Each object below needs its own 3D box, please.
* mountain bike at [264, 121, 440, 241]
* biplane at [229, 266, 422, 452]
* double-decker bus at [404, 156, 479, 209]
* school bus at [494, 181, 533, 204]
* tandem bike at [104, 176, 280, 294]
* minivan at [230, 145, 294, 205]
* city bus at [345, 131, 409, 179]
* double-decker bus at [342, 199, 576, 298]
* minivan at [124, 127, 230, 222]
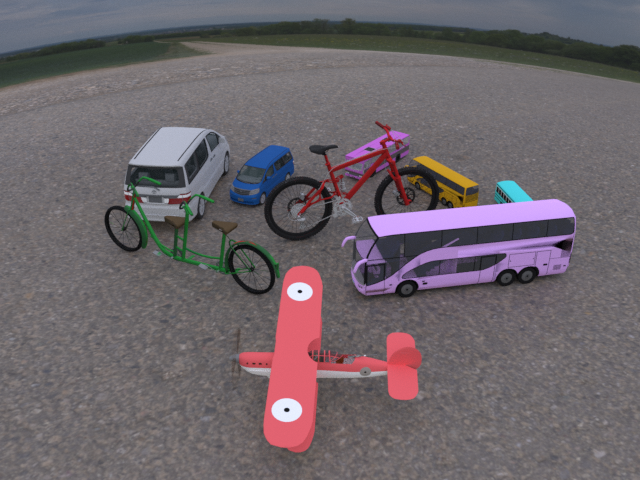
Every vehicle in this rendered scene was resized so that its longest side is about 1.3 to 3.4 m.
[{"bbox_3d":[0.533,-0.834,10.935,2.857,1.688,1.114,-6,30,-10],"label":"mountain bike"},{"bbox_3d":[0.048,1.389,7.710,2.120,0.981,2.598,1,29,3],"label":"biplane"},{"bbox_3d":[2.144,-1.018,12.430,0.389,0.541,1.672,-16,33,-26],"label":"double-decker bus"},{"bbox_3d":[3.363,-0.436,11.505,0.365,0.434,1.708,-5,30,-9],"label":"school bus"},{"bbox_3d":[-1.937,-0.105,10.011,3.192,1.326,0.550,16,33,26],"label":"tandem bike"},{"bbox_3d":[-1.041,-1.178,12.638,0.681,0.616,1.548,13,32,22],"label":"minivan"},{"bbox_3d":[1.131,-1.643,13.620,0.476,0.460,1.674,21,35,32],"label":"city bus"},{"bbox_3d":[1.970,0.109,9.909,3.251,1.052,0.756,-6,30,-10],"label":"double-decker bus"},{"bbox_3d":[-2.439,-1.351,12.353,1.324,1.197,3.011,3,30,6],"label":"minivan"}]
